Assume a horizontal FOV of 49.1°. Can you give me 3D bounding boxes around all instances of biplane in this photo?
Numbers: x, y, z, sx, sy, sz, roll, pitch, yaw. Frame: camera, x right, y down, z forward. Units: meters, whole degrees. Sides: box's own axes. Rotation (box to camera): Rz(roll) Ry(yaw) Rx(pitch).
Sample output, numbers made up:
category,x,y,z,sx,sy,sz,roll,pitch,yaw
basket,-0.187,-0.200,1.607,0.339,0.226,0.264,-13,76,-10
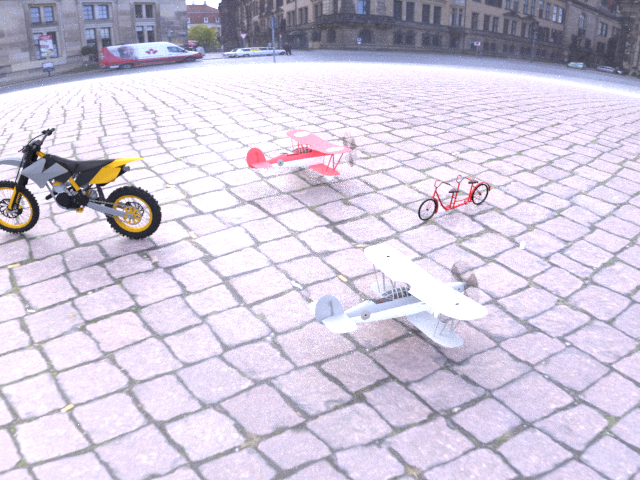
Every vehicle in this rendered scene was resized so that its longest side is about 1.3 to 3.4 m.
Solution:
category,x,y,z,sx,sy,sz,roll,pitch,yaw
biplane,0.919,0.764,8.644,2.120,0.981,2.598,-10,29,-19
biplane,-0.357,-1.554,13.114,2.120,0.981,2.598,-10,29,-19

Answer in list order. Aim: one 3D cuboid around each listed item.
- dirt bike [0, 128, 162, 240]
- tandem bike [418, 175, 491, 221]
category,x,y,z,sx,sy,sz,roll,pitch,yaw
dirt bike,-3.939,-0.800,10.915,2.903,1.666,1.024,2,27,4
tandem bike,2.322,-0.783,11.953,1.642,0.682,0.283,-17,32,-29
